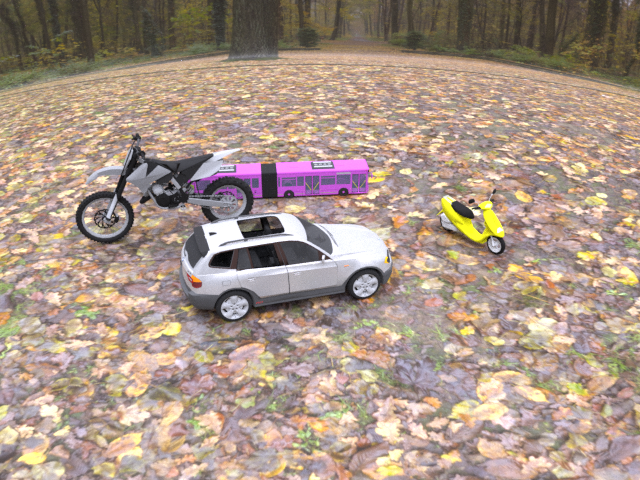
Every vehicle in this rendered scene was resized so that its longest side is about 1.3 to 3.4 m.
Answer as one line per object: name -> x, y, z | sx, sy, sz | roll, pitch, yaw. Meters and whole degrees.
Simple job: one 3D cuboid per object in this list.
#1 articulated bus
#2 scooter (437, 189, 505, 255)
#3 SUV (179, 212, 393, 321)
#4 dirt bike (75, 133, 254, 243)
articulated bus -> -0.756, -1.118, 13.031 | 3.401, 0.561, 0.605 | -3, 29, -5
scooter -> 2.463, -0.382, 11.342 | 0.662, 0.919, 1.399 | -22, 36, -34
SUV -> -0.476, 0.230, 10.027 | 3.058, 1.128, 1.276 | -8, 30, -15
dirt bike -> -2.512, -0.826, 11.370 | 2.903, 1.666, 1.024 | -9, 30, -16
